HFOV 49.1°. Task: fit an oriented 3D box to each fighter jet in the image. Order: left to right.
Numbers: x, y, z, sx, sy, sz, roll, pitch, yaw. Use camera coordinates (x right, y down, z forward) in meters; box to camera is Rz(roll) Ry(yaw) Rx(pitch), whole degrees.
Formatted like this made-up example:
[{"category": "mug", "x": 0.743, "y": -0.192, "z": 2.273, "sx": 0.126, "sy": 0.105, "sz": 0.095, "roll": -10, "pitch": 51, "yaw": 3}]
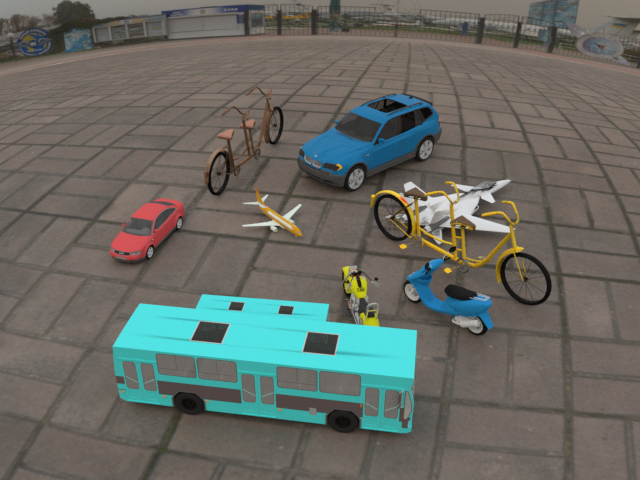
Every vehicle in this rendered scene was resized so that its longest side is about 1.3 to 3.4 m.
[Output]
[{"category": "fighter jet", "x": 2.433, "y": -0.765, "z": 11.743, "sx": 2.640, "sy": 0.557, "sz": 2.229, "roll": -25, "pitch": 39, "yaw": -34}]

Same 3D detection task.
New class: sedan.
[{"category": "sedan", "x": -2.680, "y": -0.212, "z": 10.903, "sx": 0.635, "sy": 0.483, "sz": 1.613, "roll": 9, "pitch": 32, "yaw": 15}]

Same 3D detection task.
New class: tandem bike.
[{"category": "tandem bike", "x": -1.351, "y": -1.939, "z": 12.939, "sx": 0.550, "sy": 1.326, "sz": 3.192, "roll": 11, "pitch": 33, "yaw": 18}, {"category": "tandem bike", "x": 1.918, "y": -0.157, "z": 10.001, "sx": 0.550, "sy": 1.326, "sz": 3.192, "roll": -26, "pitch": 40, "yaw": -36}]

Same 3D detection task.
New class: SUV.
[{"category": "SUV", "x": 0.974, "y": -1.924, "z": 13.104, "sx": 3.058, "sy": 1.128, "sz": 1.276, "roll": -25, "pitch": 39, "yaw": -35}]

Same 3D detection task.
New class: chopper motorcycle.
[{"category": "chopper motorcycle", "x": 0.513, "y": 0.718, "z": 9.102, "sx": 0.466, "sy": 0.761, "sz": 1.563, "roll": -5, "pitch": 32, "yaw": -9}]

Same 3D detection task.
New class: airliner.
[{"category": "airliner", "x": -0.686, "y": -0.433, "z": 11.319, "sx": 1.161, "sy": 0.429, "sz": 1.307, "roll": -22, "pitch": 38, "yaw": -32}]

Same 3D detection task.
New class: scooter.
[{"category": "scooter", "x": 1.655, "y": 0.641, "z": 9.076, "sx": 1.399, "sy": 0.919, "sz": 0.662, "roll": 27, "pitch": 40, "yaw": 37}]

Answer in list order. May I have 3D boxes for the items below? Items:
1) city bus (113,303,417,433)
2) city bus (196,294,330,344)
[{"category": "city bus", "x": -0.577, "y": 1.437, "z": 7.788, "sx": 3.255, "sy": 0.894, "sz": 0.926, "roll": 5, "pitch": 32, "yaw": 8}, {"category": "city bus", "x": -0.726, "y": 1.048, "z": 8.849, "sx": 1.674, "sy": 0.460, "sz": 0.476, "roll": 4, "pitch": 31, "yaw": 6}]
